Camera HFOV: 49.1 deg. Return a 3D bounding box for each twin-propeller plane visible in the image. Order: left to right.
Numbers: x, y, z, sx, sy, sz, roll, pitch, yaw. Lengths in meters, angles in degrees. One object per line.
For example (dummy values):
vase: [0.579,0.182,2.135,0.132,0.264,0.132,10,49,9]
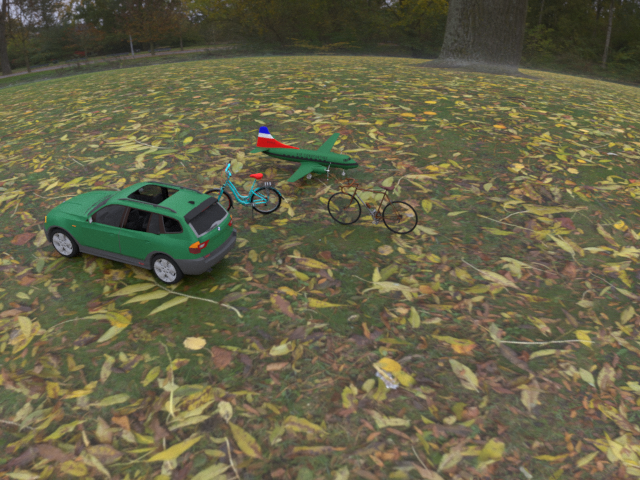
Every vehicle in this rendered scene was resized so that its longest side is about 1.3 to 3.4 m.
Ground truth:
twin-propeller plane: [-0.262,-1.718,13.577,2.129,0.792,2.663,10,30,17]

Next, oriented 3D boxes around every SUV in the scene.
SUV: [-2.770,-0.283,10.624,3.058,1.128,1.276,12,31,21]

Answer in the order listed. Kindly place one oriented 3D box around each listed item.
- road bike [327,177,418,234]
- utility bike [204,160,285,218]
road bike: [0.846,-0.554,11.402,1.545,0.852,0.358,10,30,18]
utility bike: [-1.309,-0.807,11.765,1.435,0.946,0.535,-3,29,-6]
